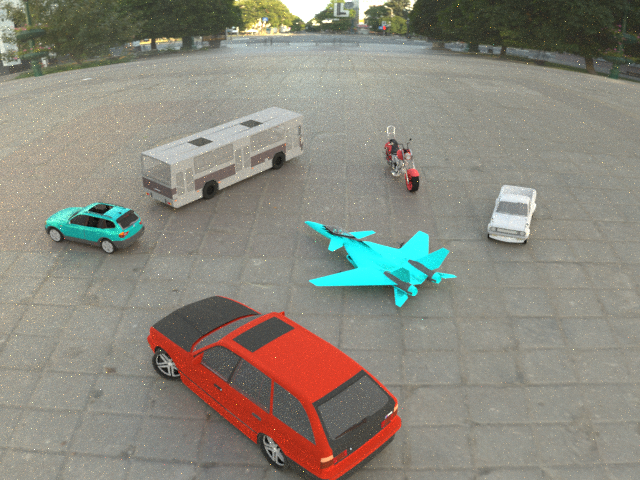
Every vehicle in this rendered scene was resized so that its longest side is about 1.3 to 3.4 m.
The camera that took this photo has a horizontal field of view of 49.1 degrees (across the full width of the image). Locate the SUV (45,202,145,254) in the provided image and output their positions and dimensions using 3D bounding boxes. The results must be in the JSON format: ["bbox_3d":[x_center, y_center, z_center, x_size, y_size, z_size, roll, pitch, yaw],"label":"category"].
[{"bbox_3d":[-3.462,-0.262,10.704,1.572,0.580,0.656,11,31,19],"label":"SUV"}]

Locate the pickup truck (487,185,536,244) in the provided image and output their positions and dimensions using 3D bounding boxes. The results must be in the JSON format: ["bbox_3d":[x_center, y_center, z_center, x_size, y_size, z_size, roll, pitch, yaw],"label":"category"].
[{"bbox_3d":[3.088,-0.480,11.171,0.640,0.511,1.603,10,30,17],"label":"pickup truck"}]

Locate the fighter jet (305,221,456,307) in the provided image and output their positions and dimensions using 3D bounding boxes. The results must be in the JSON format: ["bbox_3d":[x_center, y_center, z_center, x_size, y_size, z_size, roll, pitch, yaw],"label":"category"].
[{"bbox_3d":[0.617,0.044,10.174,2.229,0.557,2.640,-22,36,-35],"label":"fighter jet"}]

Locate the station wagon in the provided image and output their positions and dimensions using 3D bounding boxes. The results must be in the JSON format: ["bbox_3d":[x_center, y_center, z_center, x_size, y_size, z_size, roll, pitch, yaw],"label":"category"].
[{"bbox_3d":[-0.626,1.330,7.467,1.327,0.920,3.105,-26,38,-38],"label":"station wagon"}]

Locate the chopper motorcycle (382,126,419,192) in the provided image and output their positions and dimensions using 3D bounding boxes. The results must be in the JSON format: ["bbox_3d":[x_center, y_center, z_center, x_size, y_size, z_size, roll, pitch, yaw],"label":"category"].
[{"bbox_3d":[1.488,-1.487,12.736,0.466,0.761,1.563,-6,30,-12],"label":"chopper motorcycle"}]

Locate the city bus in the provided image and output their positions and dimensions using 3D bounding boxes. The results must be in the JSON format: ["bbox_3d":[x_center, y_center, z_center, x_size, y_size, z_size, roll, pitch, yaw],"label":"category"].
[{"bbox_3d":[-1.651,-1.524,12.665,0.926,0.894,3.255,22,36,35],"label":"city bus"}]
